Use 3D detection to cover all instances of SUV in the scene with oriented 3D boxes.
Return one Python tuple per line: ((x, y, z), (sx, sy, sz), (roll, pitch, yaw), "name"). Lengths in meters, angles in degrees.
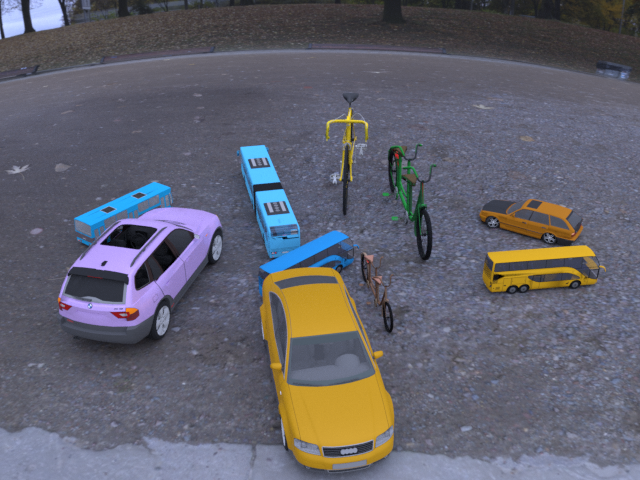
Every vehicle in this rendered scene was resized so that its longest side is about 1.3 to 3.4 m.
((-2.343, 0.242, 9.525), (1.276, 1.128, 3.058), (7, 30, 12), "SUV")

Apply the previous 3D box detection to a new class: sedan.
((0.007, 1.240, 7.960), (1.235, 0.940, 3.137), (-5, 30, -9), "sedan")

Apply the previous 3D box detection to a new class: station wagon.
((3.388, -0.378, 11.278), (1.597, 0.473, 0.682), (18, 34, 29), "station wagon")

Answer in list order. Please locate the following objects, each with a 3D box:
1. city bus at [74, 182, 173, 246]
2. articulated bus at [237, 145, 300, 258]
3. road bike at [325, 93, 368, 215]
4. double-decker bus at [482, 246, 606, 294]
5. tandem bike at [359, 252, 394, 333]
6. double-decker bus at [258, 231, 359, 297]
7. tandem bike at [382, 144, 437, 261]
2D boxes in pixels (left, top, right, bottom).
((-3.138, -0.405, 11.339), (0.476, 0.460, 1.674), (20, 35, 30), "city bus")
((-0.895, -0.750, 11.844), (0.605, 0.561, 3.401), (-6, 30, -11), "articulated bus")
((0.501, -1.664, 12.343), (0.697, 1.656, 3.004), (2, 30, 4), "road bike")
((3.135, 0.406, 9.831), (1.672, 0.541, 0.389), (-4, 30, -7), "double-decker bus")
((0.757, 0.566, 9.406), (0.283, 0.682, 1.642), (-5, 30, -9), "tandem bike")
((-0.150, 0.351, 9.927), (1.672, 0.541, 0.389), (-26, 39, -38), "double-decker bus")
((1.435, -0.905, 11.342), (0.550, 1.326, 3.192), (-3, 30, -5), "tandem bike")
